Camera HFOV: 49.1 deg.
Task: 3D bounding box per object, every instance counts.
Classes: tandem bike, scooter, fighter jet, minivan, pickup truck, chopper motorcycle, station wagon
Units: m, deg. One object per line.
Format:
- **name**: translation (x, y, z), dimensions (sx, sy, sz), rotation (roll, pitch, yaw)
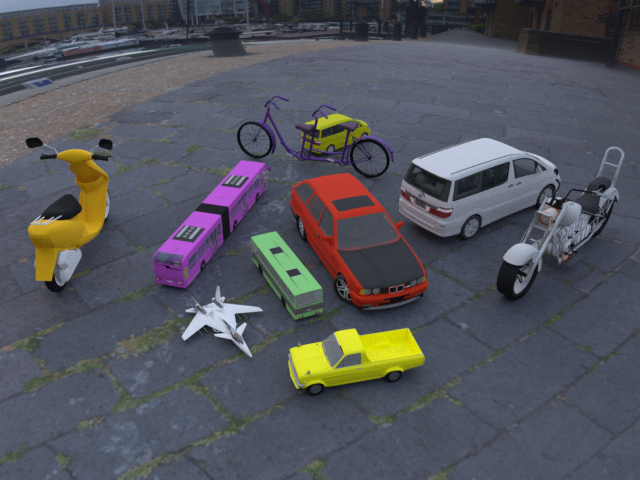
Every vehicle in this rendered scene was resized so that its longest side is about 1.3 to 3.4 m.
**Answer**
- **tandem bike**: translation (-0.146, -1.954, 13.151), dimensions (3.192, 1.326, 0.550), rotation (11, 33, 18)
- **scooter**: translation (-3.672, -0.551, 10.382), dimensions (1.288, 1.786, 2.721), rotation (1, 31, 2)
- **fighter jet**: translation (-1.219, 1.085, 9.122), dimensions (1.147, 0.286, 1.358), rotation (-19, 36, -28)
- **minivan**: translation (0.348, -2.224, 14.286), dimensions (1.548, 0.616, 0.681), rotation (-25, 39, -35)
- **minivan**: translation (2.765, -1.013, 11.717), dimensions (3.011, 1.197, 1.324), rotation (-20, 37, -30)
- **pickup truck**: translation (0.428, 1.385, 8.409), dimensions (1.603, 0.511, 0.640), rotation (-7, 32, -12)
- **chopper motorcycle**: translation (3.570, -0.287, 10.242), dimensions (3.040, 1.480, 0.906), rotation (-27, 40, -37)
- **station wagon**: translation (0.512, -0.129, 10.521), dimensions (1.327, 0.920, 3.105), rotation (-11, 33, -17)

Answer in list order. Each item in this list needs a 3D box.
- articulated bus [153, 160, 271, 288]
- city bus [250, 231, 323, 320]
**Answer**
- **articulated bus**: translation (-1.650, -0.367, 11.262), dimensions (0.605, 0.561, 3.401), rotation (9, 32, 14)
- **city bus**: translation (-0.496, 0.491, 9.938), dimensions (0.476, 0.460, 1.674), rotation (-14, 34, -21)
